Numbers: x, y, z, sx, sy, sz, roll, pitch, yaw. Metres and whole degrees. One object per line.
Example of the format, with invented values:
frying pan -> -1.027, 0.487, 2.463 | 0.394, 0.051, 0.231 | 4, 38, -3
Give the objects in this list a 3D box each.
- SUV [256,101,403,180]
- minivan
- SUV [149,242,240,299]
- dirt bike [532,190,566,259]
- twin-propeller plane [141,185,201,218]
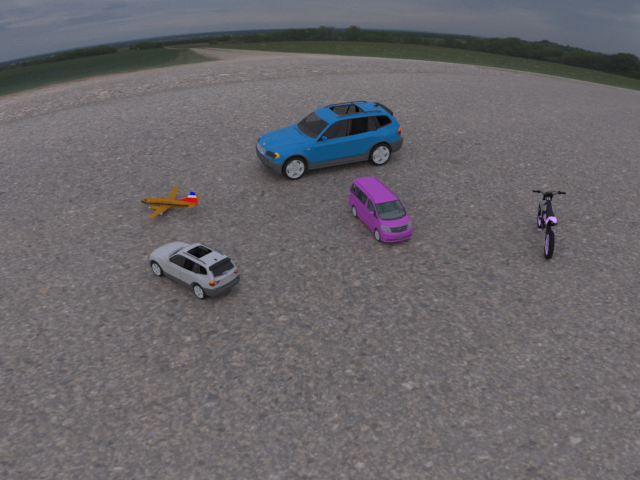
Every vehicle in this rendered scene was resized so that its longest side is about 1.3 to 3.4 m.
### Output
SUV -> 0.203, -2.121, 14.363 | 3.058, 1.128, 1.276 | -11, 31, -20
minivan -> 1.033, -0.533, 12.042 | 0.681, 0.616, 1.548 | -11, 31, -19
SUV -> -1.904, 0.350, 10.495 | 1.572, 0.580, 0.656 | 22, 36, 34
dirt bike -> 3.708, -0.345, 11.457 | 0.527, 0.857, 1.493 | 4, 29, 8
twin-propeller plane -> -2.714, -0.718, 12.587 | 1.095, 0.407, 1.370 | 5, 30, 9
